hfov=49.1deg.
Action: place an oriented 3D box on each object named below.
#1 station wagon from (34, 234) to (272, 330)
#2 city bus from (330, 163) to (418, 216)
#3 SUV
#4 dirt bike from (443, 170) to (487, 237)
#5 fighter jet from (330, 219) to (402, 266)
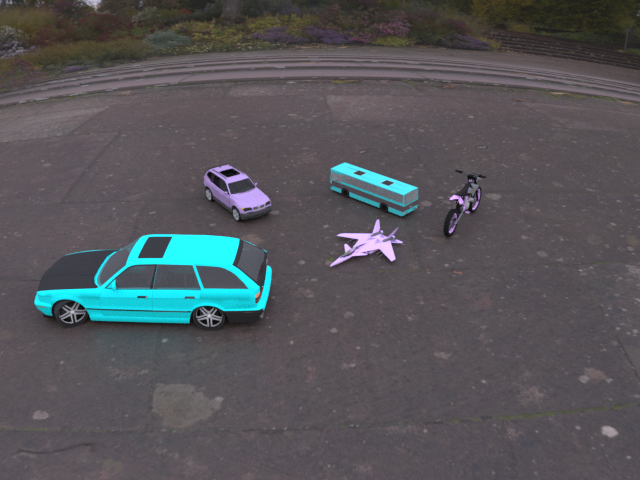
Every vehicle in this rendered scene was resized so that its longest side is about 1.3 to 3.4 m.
[{"bbox_3d":[-2.232,0.481,9.419,3.105,0.920,1.327,1,29,2],"label":"station wagon"},{"bbox_3d":[0.931,-0.890,12.382,1.674,0.460,0.476,24,37,36],"label":"city bus"},{"bbox_3d":[-1.464,-0.858,12.198,0.656,0.580,1.572,-19,34,-31],"label":"SUV"},{"bbox_3d":[2.380,-0.659,11.552,0.527,0.857,1.493,17,33,28],"label":"dirt bike"},{"bbox_3d":[0.629,0.083,10.798,1.147,0.286,1.358,26,38,38],"label":"fighter jet"}]
